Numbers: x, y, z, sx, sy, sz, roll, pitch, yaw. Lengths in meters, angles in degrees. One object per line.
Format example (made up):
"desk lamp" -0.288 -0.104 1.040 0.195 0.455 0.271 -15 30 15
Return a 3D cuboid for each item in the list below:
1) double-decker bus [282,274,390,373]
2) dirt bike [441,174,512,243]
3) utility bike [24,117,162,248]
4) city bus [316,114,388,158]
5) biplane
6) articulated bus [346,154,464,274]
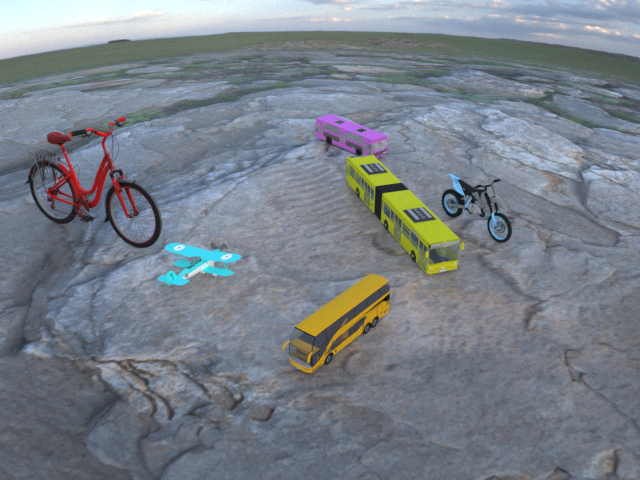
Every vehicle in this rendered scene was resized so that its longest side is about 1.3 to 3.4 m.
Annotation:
"double-decker bus" 0.247 0.986 8.369 0.389 0.541 1.672 21 35 33
"dirt bike" 2.427 -0.559 10.836 0.527 0.857 1.493 -18 34 -29
"utility bike" -3.452 -0.964 10.555 2.791 1.839 1.039 15 32 25
"city bus" 0.606 -2.043 13.933 0.476 0.460 1.674 -23 36 -35
"biplane" -1.710 0.357 9.544 1.336 0.504 1.090 18 34 29
"articulated bus" 1.205 -0.516 11.065 0.605 0.561 3.401 -9 30 -16
